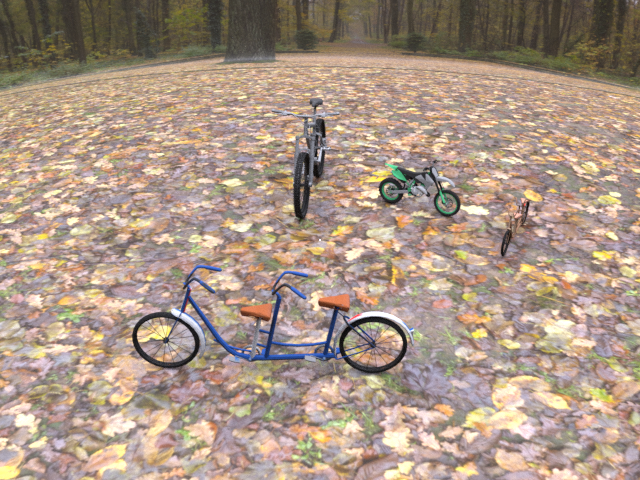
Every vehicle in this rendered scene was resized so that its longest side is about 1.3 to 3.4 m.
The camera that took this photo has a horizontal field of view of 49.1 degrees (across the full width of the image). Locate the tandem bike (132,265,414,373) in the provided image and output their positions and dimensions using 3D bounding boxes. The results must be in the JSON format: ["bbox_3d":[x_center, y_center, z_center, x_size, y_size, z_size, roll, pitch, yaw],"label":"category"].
[{"bbox_3d":[-0.539,0.925,7.784,3.192,1.326,0.550,1,28,2],"label":"tandem bike"}]

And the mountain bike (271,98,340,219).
[{"bbox_3d":[-0.160,-1.571,12.117,1.114,1.688,2.857,4,28,8],"label":"mountain bike"}]

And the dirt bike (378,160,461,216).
[{"bbox_3d":[1.669,-0.903,11.743,1.493,0.857,0.527,16,32,27],"label":"dirt bike"}]

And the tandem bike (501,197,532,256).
[{"bbox_3d":[3.054,-0.330,10.846,0.283,0.682,1.642,14,31,24],"label":"tandem bike"}]
